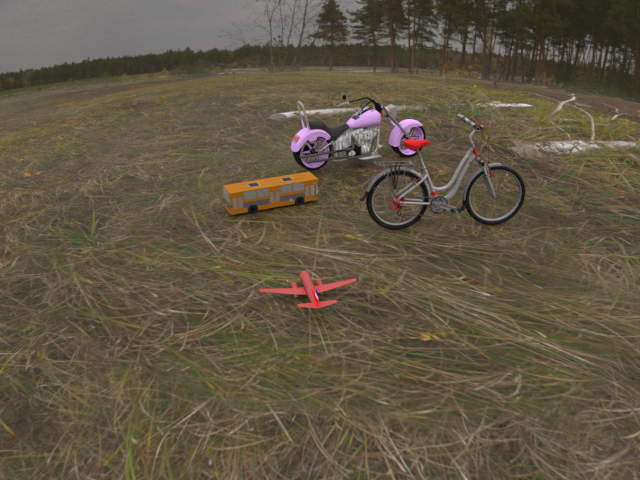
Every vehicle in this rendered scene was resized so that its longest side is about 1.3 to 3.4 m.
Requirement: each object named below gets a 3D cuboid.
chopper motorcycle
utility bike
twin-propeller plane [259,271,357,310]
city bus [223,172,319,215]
[{"bbox_3d":[0.832,-2.241,14.178,3.040,1.480,0.906,-12,29,-23],"label":"chopper motorcycle"},{"bbox_3d":[2.025,-1.101,11.475,2.791,1.839,1.039,-3,27,-5],"label":"utility bike"},{"bbox_3d":[-0.137,0.634,9.589,1.370,0.407,1.095,-6,27,-11],"label":"twin-propeller plane"},{"bbox_3d":[-0.867,-0.819,12.457,1.674,0.460,0.476,-11,29,-22],"label":"city bus"}]
